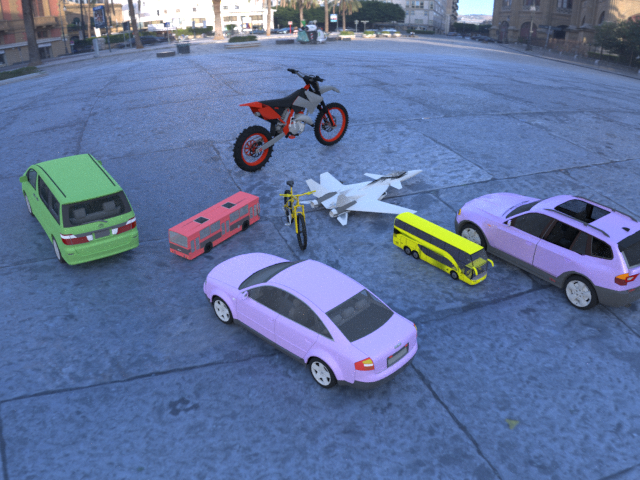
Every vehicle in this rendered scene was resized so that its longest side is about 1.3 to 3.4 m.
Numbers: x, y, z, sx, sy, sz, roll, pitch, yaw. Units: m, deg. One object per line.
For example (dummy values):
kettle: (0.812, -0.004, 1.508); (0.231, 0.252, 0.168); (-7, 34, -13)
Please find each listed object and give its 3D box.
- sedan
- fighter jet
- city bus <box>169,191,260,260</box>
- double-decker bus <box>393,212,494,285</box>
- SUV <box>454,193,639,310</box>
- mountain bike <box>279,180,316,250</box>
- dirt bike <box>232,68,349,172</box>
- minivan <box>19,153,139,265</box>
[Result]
sedan: (-0.226, 0.795, 8.771); (3.137, 0.940, 1.235); (25, 38, 37)
fighter jet: (0.967, -1.035, 12.428); (2.640, 0.557, 2.229); (-24, 37, -36)
city bus: (-1.637, -0.233, 11.095); (0.476, 0.460, 1.674); (19, 34, 30)
double-decker bus: (1.780, 0.122, 10.380); (0.389, 0.541, 1.672); (-23, 36, -34)
SUV: (3.381, -0.081, 10.141); (1.276, 1.128, 3.058); (-21, 36, -33)
mountain bike: (-0.403, -0.471, 11.103); (0.573, 0.868, 1.469); (-7, 30, -12)
dirt bike: (-0.520, -2.392, 13.713); (2.903, 1.666, 1.024); (-23, 37, -35)
minivan: (-3.925, -0.690, 11.157); (1.324, 1.197, 3.011); (-17, 34, -28)
